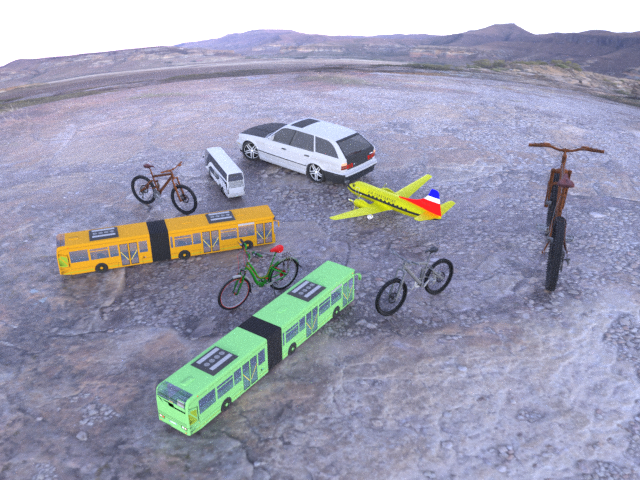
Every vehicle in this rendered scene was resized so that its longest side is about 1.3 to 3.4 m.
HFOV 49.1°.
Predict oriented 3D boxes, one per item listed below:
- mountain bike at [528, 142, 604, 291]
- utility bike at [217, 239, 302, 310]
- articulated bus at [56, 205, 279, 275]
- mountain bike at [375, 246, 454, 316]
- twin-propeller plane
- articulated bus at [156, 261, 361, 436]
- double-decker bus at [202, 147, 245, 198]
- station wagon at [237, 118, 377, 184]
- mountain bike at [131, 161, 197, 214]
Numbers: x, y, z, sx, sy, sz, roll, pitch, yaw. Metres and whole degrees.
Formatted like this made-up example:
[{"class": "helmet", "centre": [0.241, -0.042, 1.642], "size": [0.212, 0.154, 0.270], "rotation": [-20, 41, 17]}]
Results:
[{"class": "mountain bike", "centre": [3.641, -0.465, 10.714], "size": [1.114, 1.688, 2.857], "rotation": [8, 29, 14]}, {"class": "utility bike", "centre": [-0.800, 0.445, 9.794], "size": [1.435, 0.946, 0.535], "rotation": [-21, 34, -34]}, {"class": "articulated bus", "centre": [-2.357, -0.015, 11.067], "size": [3.401, 0.561, 0.605], "rotation": [-9, 29, -16]}, {"class": "mountain bike", "centre": [1.339, 0.517, 9.740], "size": [1.469, 0.868, 0.573], "rotation": [-19, 34, -32]}, {"class": "twin-propeller plane", "centre": [1.265, -0.774, 12.248], "size": [2.663, 0.792, 2.129], "rotation": [-25, 37, -38]}, {"class": "articulated bus", "centre": [-0.629, 1.207, 8.769], "size": [0.605, 0.561, 3.401], "rotation": [18, 33, 30]}, {"class": "double-decker bus", "centre": [-1.874, -1.343, 13.586], "size": [0.389, 0.541, 1.672], "rotation": [-12, 30, -21]}, {"class": "station wagon", "centre": [-0.347, -1.992, 14.403], "size": [3.105, 0.920, 1.327], "rotation": [22, 35, 35]}, {"class": "mountain bike", "centre": [-2.812, -0.951, 12.501], "size": [1.469, 0.868, 0.573], "rotation": [14, 31, 24]}]
